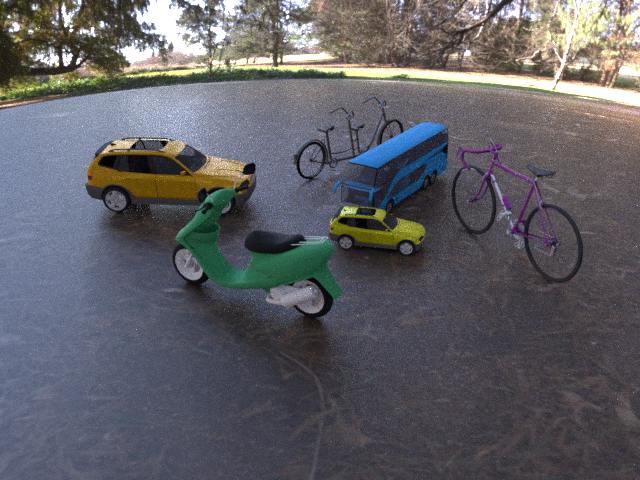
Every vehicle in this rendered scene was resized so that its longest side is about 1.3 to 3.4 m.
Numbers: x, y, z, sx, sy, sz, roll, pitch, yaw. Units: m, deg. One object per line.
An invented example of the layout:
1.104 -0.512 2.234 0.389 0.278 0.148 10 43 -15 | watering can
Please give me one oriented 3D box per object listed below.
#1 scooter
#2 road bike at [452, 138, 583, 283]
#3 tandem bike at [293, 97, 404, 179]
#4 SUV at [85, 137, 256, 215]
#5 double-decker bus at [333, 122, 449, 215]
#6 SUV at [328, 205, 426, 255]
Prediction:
-0.941 0.028 9.419 2.721 1.786 1.288 13 28 25 | scooter
2.942 -0.531 10.739 0.696 1.656 3.004 -12 28 -23 | road bike
0.667 -2.167 14.540 3.192 1.326 0.550 -21 33 -37 | tandem bike
-2.705 -1.217 12.785 3.058 1.128 1.276 2 26 4 | SUV
1.439 -1.308 13.063 0.756 1.052 3.251 16 30 30 | double-decker bus
0.920 -0.190 11.272 1.572 0.580 0.656 5 26 11 | SUV
